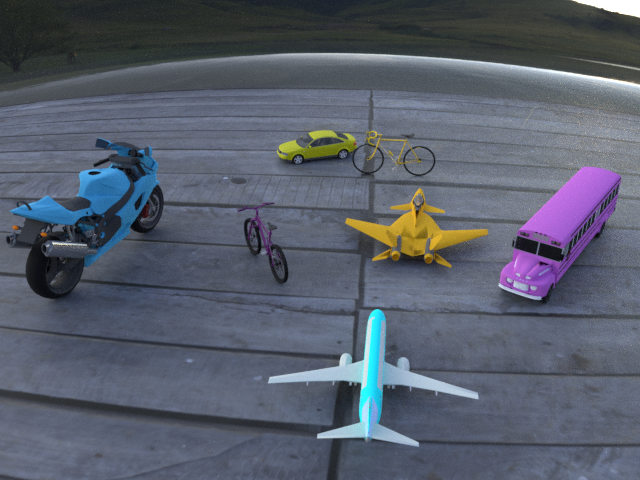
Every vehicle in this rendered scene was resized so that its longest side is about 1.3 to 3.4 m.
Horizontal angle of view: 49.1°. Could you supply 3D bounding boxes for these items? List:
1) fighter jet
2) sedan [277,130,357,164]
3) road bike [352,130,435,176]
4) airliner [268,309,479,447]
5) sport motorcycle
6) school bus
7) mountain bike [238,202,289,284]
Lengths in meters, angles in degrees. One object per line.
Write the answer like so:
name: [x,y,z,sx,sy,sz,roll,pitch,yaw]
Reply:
fighter jet: [1.547,-0.434,11.159,2.229,0.557,2.640,5,29,9]
sedan: [-0.062,-1.878,13.865,1.613,0.483,0.635,-9,30,-16]
road bike: [1.369,-1.601,12.977,1.545,0.852,0.358,3,29,5]
airliner: [0.594,1.298,7.716,2.257,0.835,2.541,3,29,6]
sport motorcycle: [-3.167,-0.391,10.000,0.983,1.596,2.955,11,31,20]
school bus: [3.603,-0.154,10.350,0.709,0.844,3.322,19,34,31]
mountain bike: [-0.793,0.004,10.037,0.573,0.868,1.469,-14,32,-24]
